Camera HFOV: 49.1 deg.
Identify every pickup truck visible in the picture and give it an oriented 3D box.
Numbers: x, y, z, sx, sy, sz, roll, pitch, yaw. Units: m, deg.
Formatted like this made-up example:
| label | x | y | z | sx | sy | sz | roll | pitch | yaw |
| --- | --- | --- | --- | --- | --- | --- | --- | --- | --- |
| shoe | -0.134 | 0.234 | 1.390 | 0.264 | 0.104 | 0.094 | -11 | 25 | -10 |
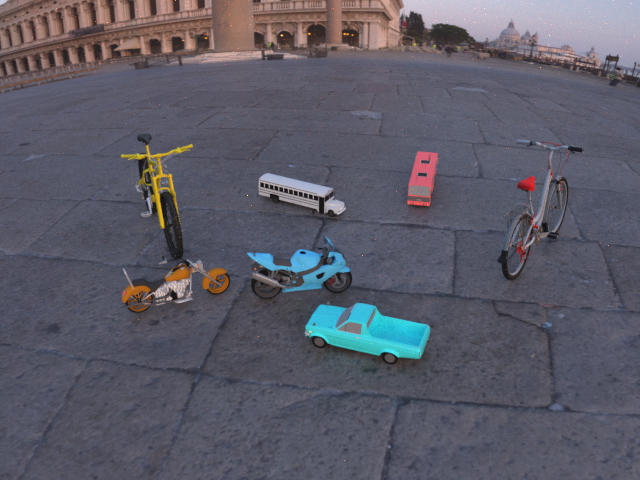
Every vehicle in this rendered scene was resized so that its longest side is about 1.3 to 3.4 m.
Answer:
| label | x | y | z | sx | sy | sz | roll | pitch | yaw |
| --- | --- | --- | --- | --- | --- | --- | --- | --- | --- |
| pickup truck | 0.617 | 1.163 | 9.160 | 1.603 | 0.511 | 0.640 | 10 | 30 | 18 |

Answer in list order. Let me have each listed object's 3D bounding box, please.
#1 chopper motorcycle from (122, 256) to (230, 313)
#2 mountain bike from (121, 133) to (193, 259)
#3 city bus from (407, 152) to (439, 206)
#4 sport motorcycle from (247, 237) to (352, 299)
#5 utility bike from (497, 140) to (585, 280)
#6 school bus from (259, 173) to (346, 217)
| label | x | y | z | sx | sy | sz | roll | pitch | yaw |
| --- | --- | --- | --- | --- | --- | --- | --- | --- | --- |
| chopper motorcycle | -2.043 | 0.574 | 9.966 | 1.563 | 0.761 | 0.466 | -14 | 32 | -23 |
| mountain bike | -2.720 | -0.881 | 11.645 | 1.114 | 1.688 | 2.857 | -12 | 31 | -21 |
| city bus | 1.980 | -1.171 | 13.440 | 0.476 | 0.460 | 1.674 | 6 | 29 | 11 |
| sport motorcycle | -0.277 | 0.450 | 10.130 | 1.520 | 0.821 | 0.506 | -4 | 29 | -7 |
| utility bike | 3.336 | -0.579 | 10.940 | 1.039 | 1.839 | 2.791 | 19 | 34 | 31 |
| school bus | -0.332 | -0.834 | 12.857 | 1.708 | 0.434 | 0.365 | 15 | 32 | 26 |
